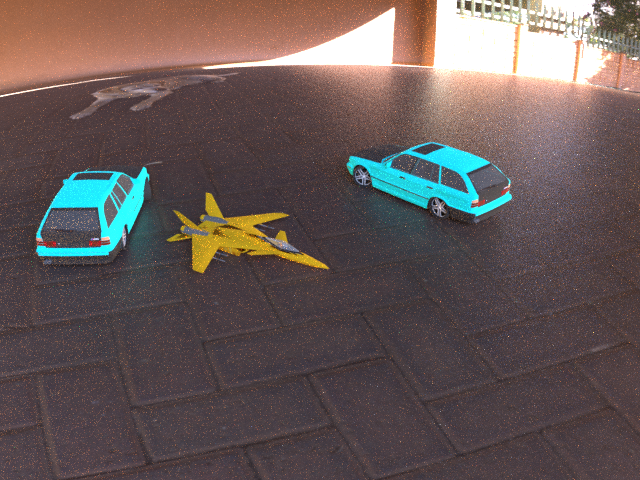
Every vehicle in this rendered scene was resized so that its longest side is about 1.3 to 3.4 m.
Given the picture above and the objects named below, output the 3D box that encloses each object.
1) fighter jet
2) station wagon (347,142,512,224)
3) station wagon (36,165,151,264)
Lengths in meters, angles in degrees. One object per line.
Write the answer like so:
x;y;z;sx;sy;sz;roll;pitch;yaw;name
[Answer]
-0.996;-0.063;10.725;2.640;0.557;2.229;16;32;28;fighter jet
1.862;-1.231;12.539;1.327;0.920;3.105;-23;36;-37;station wagon
-3.620;-0.653;11.449;1.327;0.920;3.105;-1;28;-1;station wagon
